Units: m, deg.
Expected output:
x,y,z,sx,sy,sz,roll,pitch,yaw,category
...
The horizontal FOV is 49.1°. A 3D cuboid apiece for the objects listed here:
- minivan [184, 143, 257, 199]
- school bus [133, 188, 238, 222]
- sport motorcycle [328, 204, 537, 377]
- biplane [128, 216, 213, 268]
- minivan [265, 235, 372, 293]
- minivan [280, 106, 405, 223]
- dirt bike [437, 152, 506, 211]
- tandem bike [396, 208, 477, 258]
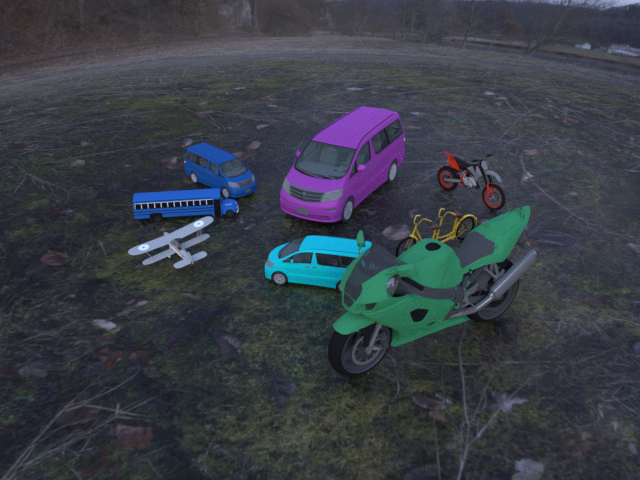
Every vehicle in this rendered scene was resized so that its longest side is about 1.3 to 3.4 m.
x,y,z,sx,sy,sz,roll,pitch,yaw,category
-1.811,-1.266,12.698,0.681,0.616,1.548,-26,38,-38,minivan
-2.224,-0.591,11.654,1.708,0.434,0.365,-4,29,-7,school bus
1.347,0.576,8.316,2.955,1.596,0.983,-17,33,-28,sport motorcycle
-2.098,0.123,10.278,1.336,0.504,1.090,-17,33,-29,biplane
-0.013,0.293,9.853,1.548,0.616,0.681,7,29,12,minivan
0.449,-1.366,12.276,1.324,1.197,3.011,15,32,25,minivan
2.621,-1.083,12.112,0.527,0.857,1.493,-21,35,-34,dirt bike
1.791,-0.150,10.592,1.642,0.682,0.283,-18,34,-30,tandem bike
